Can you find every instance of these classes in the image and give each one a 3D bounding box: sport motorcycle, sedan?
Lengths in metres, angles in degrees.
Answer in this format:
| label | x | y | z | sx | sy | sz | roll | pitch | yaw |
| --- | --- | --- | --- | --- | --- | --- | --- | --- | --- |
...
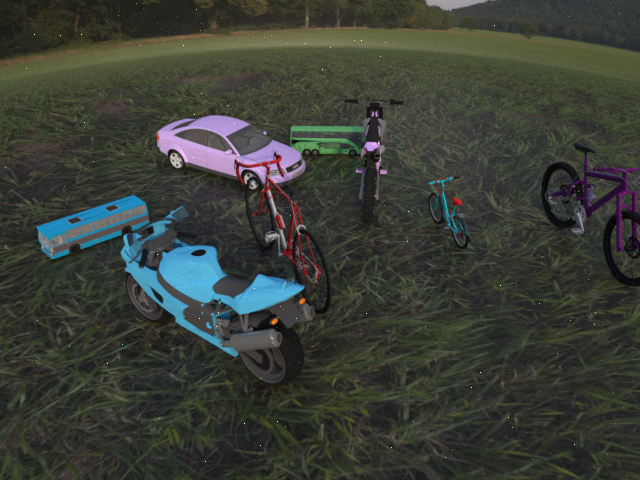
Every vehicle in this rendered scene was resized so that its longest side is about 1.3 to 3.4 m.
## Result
| label | x | y | z | sx | sy | sz | roll | pitch | yaw |
| --- | --- | --- | --- | --- | --- | --- | --- | --- | --- |
| sport motorcycle | -1.363 | 0.680 | 8.407 | 2.955 | 1.596 | 0.983 | 20 | 35 | 31 |
| sedan | -1.725 | -1.776 | 13.369 | 3.137 | 0.940 | 1.235 | 17 | 34 | 28 |

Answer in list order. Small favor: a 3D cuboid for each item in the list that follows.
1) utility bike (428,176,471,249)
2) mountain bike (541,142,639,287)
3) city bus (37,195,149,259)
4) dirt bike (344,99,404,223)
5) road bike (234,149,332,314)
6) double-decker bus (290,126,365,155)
| label | x | y | z | sx | sy | sz | roll | pitch | yaw |
| --- | --- | --- | --- | --- | --- | --- | --- | --- | --- |
| utility bike | 2.002 | -0.478 | 11.089 | 0.535 | 0.946 | 1.435 | -9 | 31 | -15 |
| mountain bike | 4.147 | -0.564 | 10.492 | 1.114 | 1.688 | 2.857 | -7 | 31 | -13 |
| city bus | -3.564 | -0.206 | 11.103 | 1.674 | 0.460 | 0.476 | -24 | 38 | -35 |
| dirt bike | 0.902 | -1.552 | 12.243 | 1.024 | 1.666 | 2.903 | 3 | 30 | 5 |
| road bike | -0.522 | -0.204 | 9.894 | 0.696 | 1.656 | 3.004 | -14 | 32 | -22 |
| double-decker bus | 0.230 | -2.015 | 14.189 | 1.672 | 0.541 | 0.389 | 1 | 30 | 2 |
